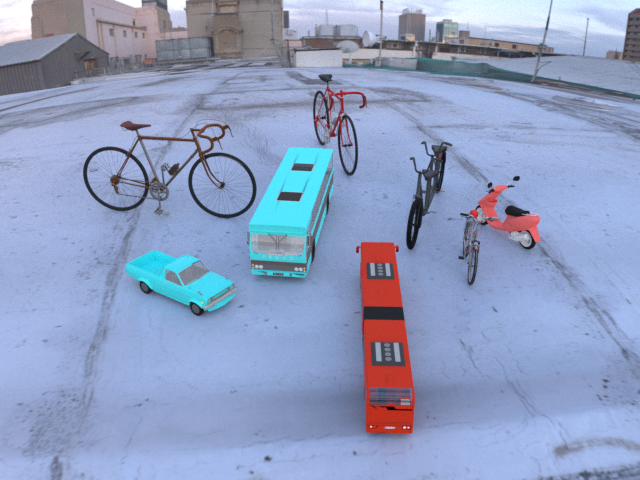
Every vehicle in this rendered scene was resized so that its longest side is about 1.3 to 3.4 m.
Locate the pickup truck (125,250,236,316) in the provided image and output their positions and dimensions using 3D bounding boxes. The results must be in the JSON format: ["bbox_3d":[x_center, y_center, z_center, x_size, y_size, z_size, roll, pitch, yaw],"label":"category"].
[{"bbox_3d":[-1.903,0.496,9.479,1.603,0.511,0.640,18,32,31],"label":"pickup truck"}]

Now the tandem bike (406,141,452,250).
[{"bbox_3d":[1.804,-0.987,11.526,0.550,1.326,3.192,8,28,16],"label":"tandem bike"}]

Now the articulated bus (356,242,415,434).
[{"bbox_3d":[0.755,0.992,8.434,0.605,0.561,3.401,1,27,2],"label":"articulated bus"}]

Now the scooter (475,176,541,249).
[{"bbox_3d":[2.933,-0.467,10.944,0.662,0.919,1.399,-14,30,-26],"label":"scooter"}]

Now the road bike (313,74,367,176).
[{"bbox_3d":[0.273,-2.421,14.016,0.696,1.656,3.004,-7,28,-14],"label":"road bike"}]

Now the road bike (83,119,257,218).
[{"bbox_3d":[-2.520,-1.176,11.534,3.004,1.656,0.697,4,27,8],"label":"road bike"}]

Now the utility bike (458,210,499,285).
[{"bbox_3d":[2.220,-0.016,10.014,0.535,0.946,1.435,3,27,5],"label":"utility bike"}]

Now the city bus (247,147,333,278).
[{"bbox_3d":[-0.367,-0.509,11.054,0.926,0.894,3.255,3,27,7],"label":"city bus"}]
